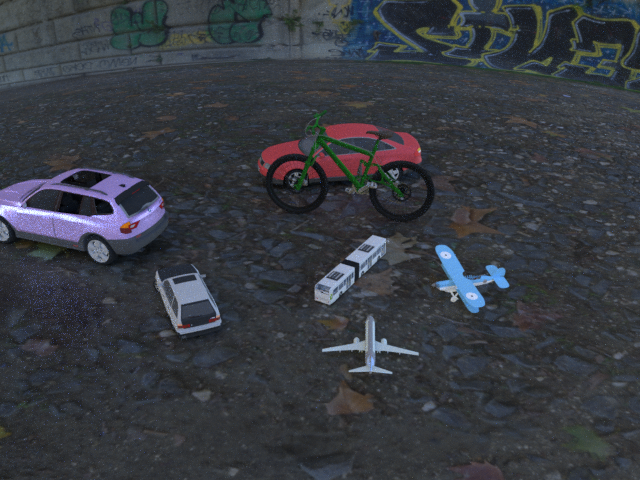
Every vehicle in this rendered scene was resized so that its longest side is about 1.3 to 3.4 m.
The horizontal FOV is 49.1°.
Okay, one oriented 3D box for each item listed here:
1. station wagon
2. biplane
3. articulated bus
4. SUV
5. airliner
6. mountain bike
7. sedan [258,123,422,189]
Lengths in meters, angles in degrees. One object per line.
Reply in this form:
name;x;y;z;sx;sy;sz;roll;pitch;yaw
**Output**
station wagon;-1.808;0.708;9.419;0.682;0.473;1.597;-11;30;-20
biplane;2.049;0.578;9.629;1.090;0.504;1.336;-7;29;-13
articulated bus;0.478;0.407;10.176;0.311;0.289;1.749;16;32;27
SUV;-3.905;-0.528;11.034;3.058;1.128;1.276;10;30;19
airliner;0.616;1.201;8.543;1.161;0.429;1.307;2;28;3
mountain bike;0.478;-1.141;11.586;2.857;1.688;1.114;5;29;9
sedan;0.376;-1.674;13.373;3.137;0.940;1.235;-5;29;-8
